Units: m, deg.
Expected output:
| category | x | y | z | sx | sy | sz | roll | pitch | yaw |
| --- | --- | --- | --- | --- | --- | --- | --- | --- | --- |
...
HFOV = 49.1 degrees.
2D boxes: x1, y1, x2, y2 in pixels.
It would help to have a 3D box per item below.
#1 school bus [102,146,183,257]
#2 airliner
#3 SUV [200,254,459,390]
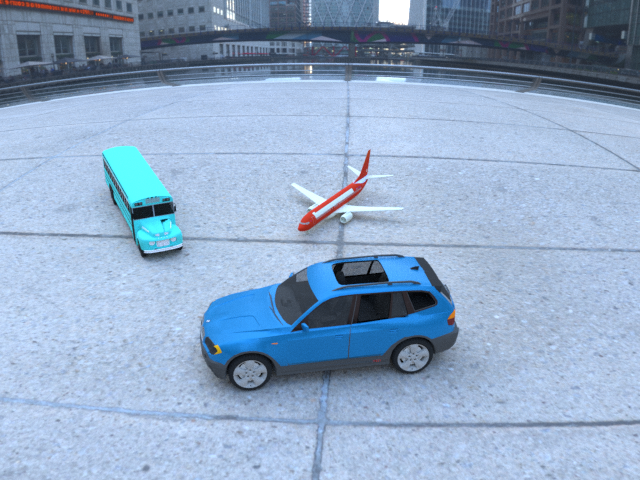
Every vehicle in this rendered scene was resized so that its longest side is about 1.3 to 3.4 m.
| category | x | y | z | sx | sy | sz | roll | pitch | yaw |
| --- | --- | --- | --- | --- | --- | --- | --- | --- | --- |
| school bus | -3.078 | -0.730 | 11.960 | 0.709 | 0.844 | 3.322 | -11 | 28 | -22 |
| airliner | 0.309 | -0.850 | 12.217 | 2.257 | 0.835 | 2.541 | 15 | 30 | 28 |
| SUV | 0.104 | 0.878 | 8.327 | 3.058 | 1.128 | 1.276 | -4 | 26 | -9 |
